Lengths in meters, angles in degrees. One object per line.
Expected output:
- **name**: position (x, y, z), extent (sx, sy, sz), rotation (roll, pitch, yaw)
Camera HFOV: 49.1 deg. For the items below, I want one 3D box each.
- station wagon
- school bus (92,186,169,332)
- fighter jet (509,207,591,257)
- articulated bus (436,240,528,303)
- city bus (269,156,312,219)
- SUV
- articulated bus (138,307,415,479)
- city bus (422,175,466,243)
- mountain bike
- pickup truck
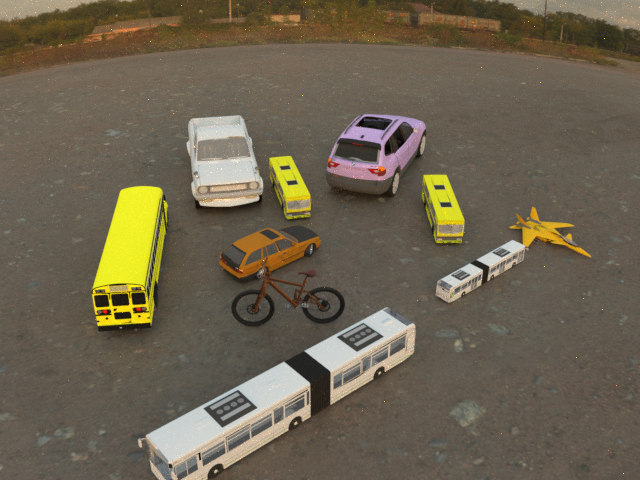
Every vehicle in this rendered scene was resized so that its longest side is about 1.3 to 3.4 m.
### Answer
- **station wagon**: position (-0.715, 0.103, 10.450), extent (1.597, 0.473, 0.682), rotation (-24, 38, -35)
- **school bus**: position (-2.655, 0.082, 10.118), extent (0.709, 0.844, 3.322), rotation (-3, 30, -6)
- **fighter jet**: position (3.693, -0.096, 10.976), extent (1.147, 0.286, 1.358), rotation (-20, 36, -30)
- **articulated bus**: position (2.342, 0.434, 10.067), extent (1.749, 0.289, 0.311), rotation (-24, 38, -34)
- **city bus**: position (-0.541, -0.921, 12.216), extent (0.476, 0.460, 1.674), rotation (-7, 31, -11)
- **SUV**: position (1.108, -1.799, 13.055), extent (1.276, 1.128, 3.058), rotation (11, 32, 19)
- **articulated bus**: position (-0.294, 1.664, 7.693), extent (3.401, 0.561, 0.605), rotation (-23, 37, -34)
- **city bus**: position (2.000, -0.519, 11.528), extent (0.476, 0.460, 1.674), rotation (0, 30, -1)
- **mountain bike**: position (-0.409, 0.728, 8.989), extent (1.469, 0.868, 0.573), rotation (-2, 30, -3)
- **pickup truck**: position (-1.802, -1.605, 12.857), extent (1.244, 0.993, 3.117), rotation (-6, 31, -10)
